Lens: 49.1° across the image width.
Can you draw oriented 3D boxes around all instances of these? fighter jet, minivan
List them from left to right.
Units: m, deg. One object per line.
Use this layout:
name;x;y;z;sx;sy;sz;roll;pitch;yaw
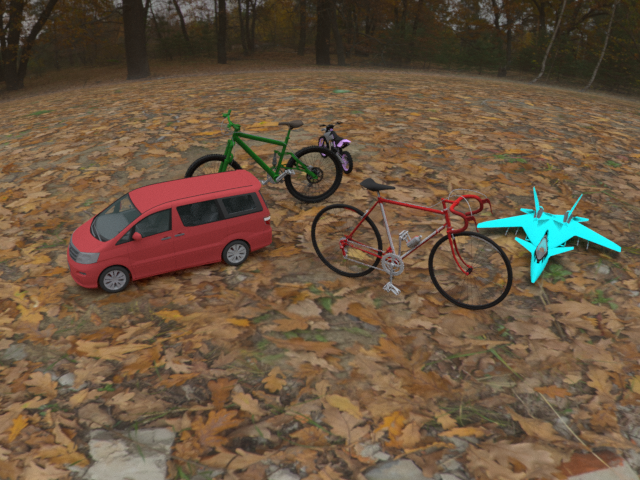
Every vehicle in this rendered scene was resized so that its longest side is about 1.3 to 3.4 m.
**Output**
minivan;-2.265;-0.197;10.532;3.011;1.197;1.324;-12;29;-23
fighter jet;3.562;-0.084;11.023;2.229;0.557;2.640;11;29;21

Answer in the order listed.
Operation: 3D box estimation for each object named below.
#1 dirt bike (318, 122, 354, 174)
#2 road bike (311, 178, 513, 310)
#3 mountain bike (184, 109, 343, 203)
dirt bike;0.300;-1.942;14.403;0.527;0.857;1.493;-12;29;-23
road bike;1.184;-0.005;9.635;3.004;1.656;0.696;14;30;26
mountain bike;-0.976;-1.352;12.295;2.857;1.688;1.114;-6;27;-13
